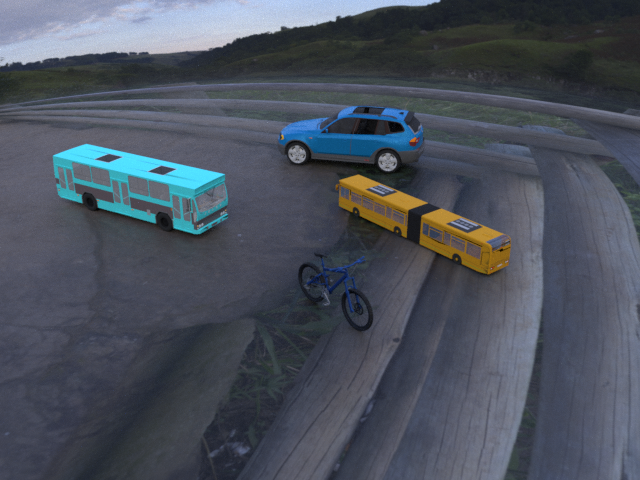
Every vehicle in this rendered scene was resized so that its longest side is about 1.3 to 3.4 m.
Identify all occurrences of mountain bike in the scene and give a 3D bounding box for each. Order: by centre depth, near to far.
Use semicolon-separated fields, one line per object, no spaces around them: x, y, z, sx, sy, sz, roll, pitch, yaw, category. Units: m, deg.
0.175;0.586;9.046;0.573;0.868;1.469;-19;32;-35;mountain bike

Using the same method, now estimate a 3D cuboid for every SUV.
0.644;-2.185;14.511;3.058;1.128;1.276;7;26;13;SUV

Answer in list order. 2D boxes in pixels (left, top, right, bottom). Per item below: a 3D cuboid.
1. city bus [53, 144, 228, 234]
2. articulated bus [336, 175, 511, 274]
-3.131;-0.883;12.072;3.255;0.894;0.926;14;29;27;city bus
1.543;-0.325;11.296;0.605;0.561;3.401;-19;32;-34;articulated bus
